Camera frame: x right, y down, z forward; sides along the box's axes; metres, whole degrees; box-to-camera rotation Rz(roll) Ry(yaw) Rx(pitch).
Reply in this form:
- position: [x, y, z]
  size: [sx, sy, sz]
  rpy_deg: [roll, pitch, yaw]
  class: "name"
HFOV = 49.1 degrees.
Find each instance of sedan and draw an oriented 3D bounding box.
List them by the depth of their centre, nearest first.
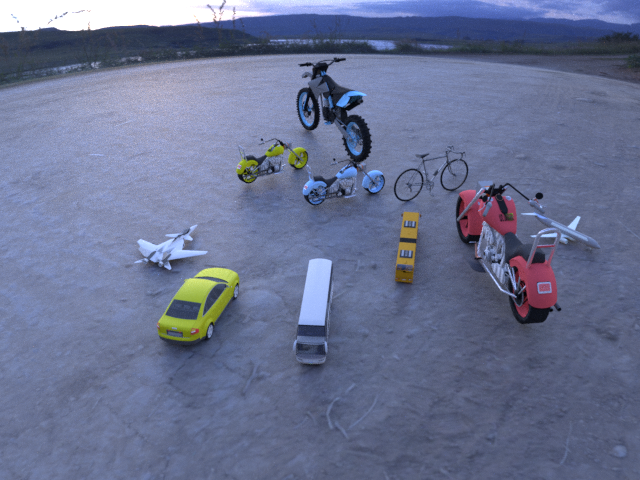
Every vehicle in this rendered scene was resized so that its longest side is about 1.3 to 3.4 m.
- position: [-1.504, 0.741, 8.855]
  size: [0.635, 0.483, 1.613]
  rpy_deg: [7, 29, 13]
  class: "sedan"

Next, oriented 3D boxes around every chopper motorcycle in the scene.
- position: [2.430, -0.123, 9.406]
  size: [0.906, 1.480, 3.040]
  rpy_deg: [-4, 29, -6]
  class: "chopper motorcycle"
- position: [0.422, -1.033, 11.850]
  size: [1.563, 0.761, 0.466]
  rpy_deg: [-14, 32, -25]
  class: "chopper motorcycle"
- position: [-0.851, -1.513, 12.738]
  size: [1.563, 0.761, 0.466]
  rpy_deg: [-22, 35, -35]
  class: "chopper motorcycle"

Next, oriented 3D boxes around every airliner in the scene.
- position: [3.753, -0.239, 10.728]
  size: [1.161, 0.429, 1.307]
  rpy_deg: [-19, 34, -31]
  class: "airliner"

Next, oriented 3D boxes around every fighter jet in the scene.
- position: [-2.163, -0.012, 10.458]
  size: [1.147, 0.286, 1.358]
  rpy_deg: [10, 30, 17]
  class: "fighter jet"

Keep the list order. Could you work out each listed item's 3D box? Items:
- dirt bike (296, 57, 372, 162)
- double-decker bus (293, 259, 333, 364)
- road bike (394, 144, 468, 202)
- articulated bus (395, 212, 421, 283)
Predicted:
- position: [0.207, -2.689, 13.963]
  size: [1.024, 1.666, 2.903]
  rpy_deg: [-14, 32, -25]
  class: "dirt bike"
- position: [-0.049, 0.859, 8.576]
  size: [0.389, 0.541, 1.672]
  rpy_deg: [2, 28, 4]
  class: "double-decker bus"
- position: [1.923, -1.142, 11.956]
  size: [1.545, 0.852, 0.358]
  rpy_deg: [-14, 31, -24]
  class: "road bike"
- position: [1.295, 0.074, 10.296]
  size: [0.311, 0.289, 1.749]
  rpy_deg: [5, 29, 8]
  class: "articulated bus"
